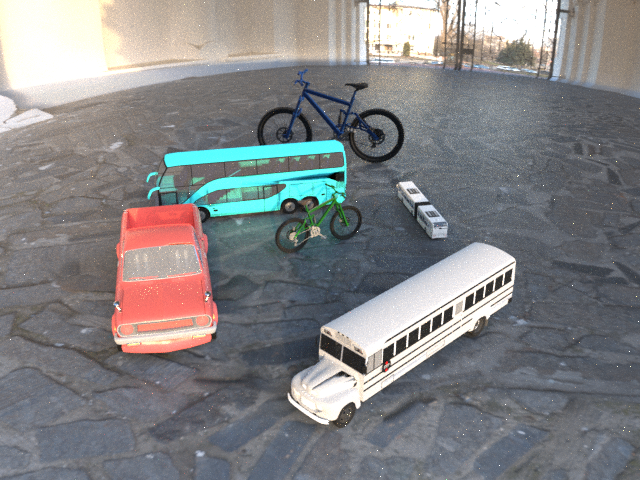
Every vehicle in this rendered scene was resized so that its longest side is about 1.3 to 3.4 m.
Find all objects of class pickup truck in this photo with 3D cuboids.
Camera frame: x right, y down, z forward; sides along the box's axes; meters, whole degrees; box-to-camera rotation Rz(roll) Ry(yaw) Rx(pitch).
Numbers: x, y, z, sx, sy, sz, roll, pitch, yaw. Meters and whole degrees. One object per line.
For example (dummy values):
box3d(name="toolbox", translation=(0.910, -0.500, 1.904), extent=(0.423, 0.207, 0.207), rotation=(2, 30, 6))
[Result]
box3d(name="pickup truck", translation=(-2.051, 0.290, 9.131), extent=(1.244, 0.993, 3.117), rotation=(-6, 28, -11))

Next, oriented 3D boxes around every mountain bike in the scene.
box3d(name="mountain bike", translation=(-0.002, -0.301, 10.417), extent=(1.469, 0.868, 0.573), rotation=(-14, 30, -25))
box3d(name="mountain bike", translation=(0.200, -2.296, 13.400), extent=(2.857, 1.688, 1.114), rotation=(2, 27, 3))

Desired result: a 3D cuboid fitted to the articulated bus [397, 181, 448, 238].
box3d(name="articulated bus", translation=(1.656, -0.517, 11.471), extent=(0.311, 0.289, 1.749), rotation=(-6, 28, -11))

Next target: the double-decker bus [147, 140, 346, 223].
box3d(name="double-decker bus", translation=(-1.180, -0.970, 11.516), extent=(3.251, 1.052, 0.756), rotation=(-6, 28, -12))

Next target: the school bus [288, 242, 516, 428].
box3d(name="school bus", translation=(1.024, 0.975, 7.962), extent=(3.322, 0.844, 0.709), rotation=(-24, 36, -38))
